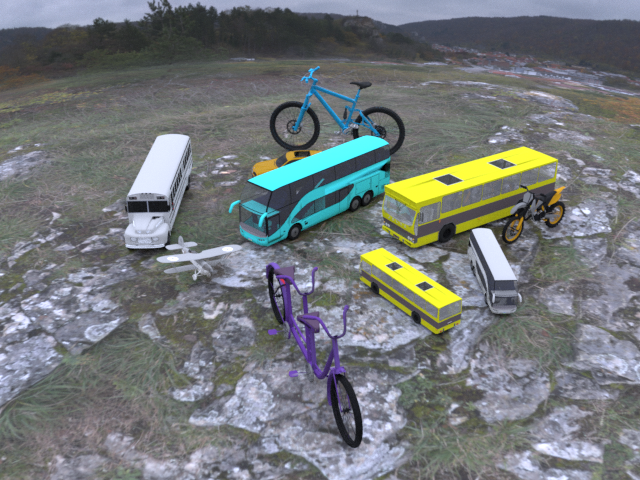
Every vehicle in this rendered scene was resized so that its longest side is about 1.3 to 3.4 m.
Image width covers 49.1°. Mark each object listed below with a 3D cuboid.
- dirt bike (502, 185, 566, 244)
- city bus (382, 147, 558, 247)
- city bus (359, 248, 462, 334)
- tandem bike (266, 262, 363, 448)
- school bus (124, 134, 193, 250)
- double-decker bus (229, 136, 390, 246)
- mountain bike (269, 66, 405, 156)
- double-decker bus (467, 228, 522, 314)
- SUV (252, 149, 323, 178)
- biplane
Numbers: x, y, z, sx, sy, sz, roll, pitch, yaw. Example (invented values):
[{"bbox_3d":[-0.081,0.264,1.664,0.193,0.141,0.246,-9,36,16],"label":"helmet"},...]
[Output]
[{"bbox_3d":[3.504,-0.459,11.333,1.493,0.857,0.527,-18,33,-30],"label":"dirt bike"},{"bbox_3d":[2.571,-0.739,11.815,3.255,0.894,0.926,-17,33,-29],"label":"city bus"},{"bbox_3d":[1.205,0.687,9.618,0.476,0.460,1.674,-18,33,-30],"label":"city bus"},{"bbox_3d":[-0.148,0.995,8.129,0.550,1.326,3.192,-10,30,-18],"label":"tandem bike"},{"bbox_3d":[-2.761,-0.889,12.147,0.709,0.844,3.322,-1,28,-2],"label":"school bus"},{"bbox_3d":[-0.045,-0.862,11.877,0.756,1.052,3.251,25,37,38],"label":"double-decker bus"},{"bbox_3d":[0.338,-2.556,14.360,2.857,1.688,1.114,6,29,10],"label":"mountain bike"},{"bbox_3d":[2.456,0.436,10.000,0.389,0.541,1.672,-1,28,-1],"label":"double-decker bus"},{"bbox_3d":[-0.519,-1.379,13.338,1.572,0.580,0.656,-3,28,-5],"label":"SUV"},{"bbox_3d":[-1.832,0.258,10.369,1.336,0.504,1.090,-19,34,-32],"label":"biplane"}]
